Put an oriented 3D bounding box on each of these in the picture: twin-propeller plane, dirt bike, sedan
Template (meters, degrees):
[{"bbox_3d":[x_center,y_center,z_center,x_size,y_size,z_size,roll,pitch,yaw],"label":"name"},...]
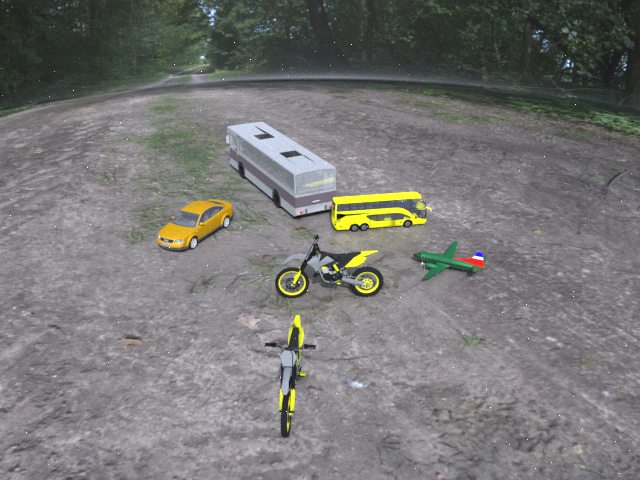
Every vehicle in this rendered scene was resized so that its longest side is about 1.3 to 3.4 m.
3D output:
[{"bbox_3d":[1.898,0.268,10.369,1.095,0.407,1.370,13,28,25],"label":"twin-propeller plane"},{"bbox_3d":[-0.293,1.378,7.489,0.527,0.857,1.493,2,25,4],"label":"dirt bike"},{"bbox_3d":[0.130,0.411,9.539,1.493,0.857,0.527,-1,25,-2],"label":"dirt bike"},{"bbox_3d":[-2.044,-0.312,11.510,0.635,0.483,1.613,12,28,24],"label":"sedan"}]

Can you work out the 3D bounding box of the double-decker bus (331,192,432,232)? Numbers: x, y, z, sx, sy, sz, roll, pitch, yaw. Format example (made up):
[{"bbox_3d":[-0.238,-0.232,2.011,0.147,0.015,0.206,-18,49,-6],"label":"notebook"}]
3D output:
[{"bbox_3d":[1.026,-0.487,11.813,1.672,0.541,0.389,-5,26,-10],"label":"double-decker bus"}]

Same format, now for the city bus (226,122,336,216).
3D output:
[{"bbox_3d":[-0.809,-1.381,13.294,0.926,0.894,3.255,-12,28,-24],"label":"city bus"}]
